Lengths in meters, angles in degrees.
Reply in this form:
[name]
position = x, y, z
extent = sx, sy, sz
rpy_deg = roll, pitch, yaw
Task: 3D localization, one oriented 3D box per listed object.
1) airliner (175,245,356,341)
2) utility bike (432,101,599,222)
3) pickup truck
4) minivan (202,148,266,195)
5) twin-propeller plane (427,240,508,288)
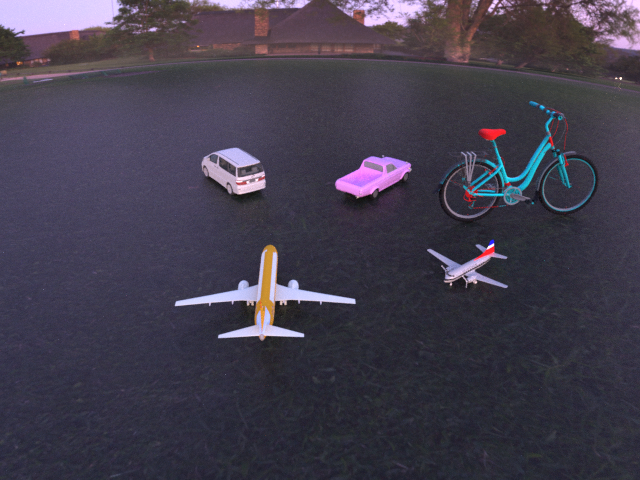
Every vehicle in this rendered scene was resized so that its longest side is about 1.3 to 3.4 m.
[airliner]
position = -0.690, 0.487, 8.968
extent = 2.257, 0.835, 2.541
rpy_deg = -1, 28, -1
[utility bike]
position = 3.131, -1.227, 11.116
extent = 2.791, 1.839, 1.039
rpy_deg = -4, 28, -8
[pickup truck]
position = 0.969, -1.161, 12.401
extent = 0.640, 0.511, 1.603
rpy_deg = 21, 35, 34
[minivan]
position = -1.584, -1.309, 12.567
extent = 0.681, 0.616, 1.548
rpy_deg = -18, 33, -30
[twin-propeller plane]
position = 2.090, 0.323, 9.730
extent = 1.095, 0.407, 1.370
rpy_deg = -22, 35, -35
